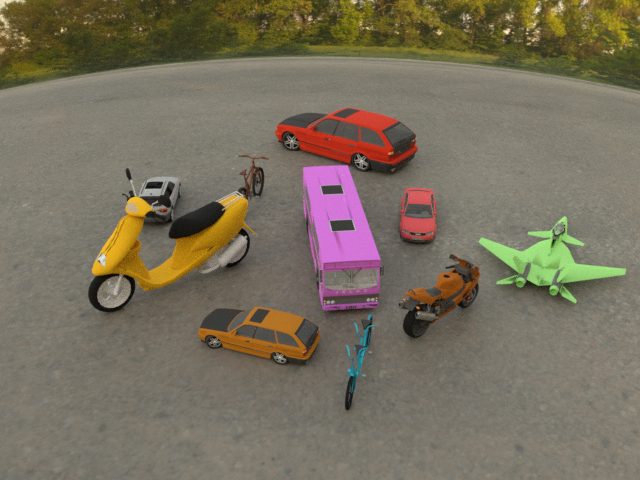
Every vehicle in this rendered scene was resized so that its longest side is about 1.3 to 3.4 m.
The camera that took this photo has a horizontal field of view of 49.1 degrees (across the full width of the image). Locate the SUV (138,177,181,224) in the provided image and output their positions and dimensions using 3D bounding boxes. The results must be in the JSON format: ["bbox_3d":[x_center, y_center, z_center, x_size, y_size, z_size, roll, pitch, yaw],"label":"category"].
[{"bbox_3d":[-2.897,-0.810,12.525,0.656,0.580,1.572,-1,30,-2],"label":"SUV"}]

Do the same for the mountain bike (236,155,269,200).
[{"bbox_3d":[-1.258,-0.994,12.557,0.573,0.868,1.469,7,30,12],"label":"mountain bike"}]

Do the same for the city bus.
[{"bbox_3d":[0.261,-0.117,10.983,0.926,0.894,3.255,-3,30,-5],"label":"city bus"}]

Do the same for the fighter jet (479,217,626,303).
[{"bbox_3d":[3.693,0.030,11.065,2.229,0.557,2.640,14,32,23],"label":"fighter jet"}]

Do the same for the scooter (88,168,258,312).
[{"bbox_3d":[-2.100,-0.102,10.050,2.721,1.786,1.288,-21,36,-33],"label":"scooter"}]

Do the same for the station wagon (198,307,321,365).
[{"bbox_3d":[-0.811,1.169,9.139,1.597,0.473,0.682,10,31,17],"label":"station wagon"}]

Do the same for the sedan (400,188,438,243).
[{"bbox_3d":[1.700,-0.494,12.065,0.635,0.483,1.613,4,30,7],"label":"sedan"}]

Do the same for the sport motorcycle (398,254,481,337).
[{"bbox_3d":[1.674,0.761,9.507,1.520,0.821,0.506,-23,37,-35],"label":"sport motorcycle"}]

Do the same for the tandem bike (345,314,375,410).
[{"bbox_3d":[0.494,1.361,8.588,0.283,0.682,1.642,7,30,12],"label":"tandem bike"}]

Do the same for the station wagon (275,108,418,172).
[{"bbox_3d":[0.490,-2.260,14.739,3.105,0.920,1.327,20,35,31],"label":"station wagon"}]
